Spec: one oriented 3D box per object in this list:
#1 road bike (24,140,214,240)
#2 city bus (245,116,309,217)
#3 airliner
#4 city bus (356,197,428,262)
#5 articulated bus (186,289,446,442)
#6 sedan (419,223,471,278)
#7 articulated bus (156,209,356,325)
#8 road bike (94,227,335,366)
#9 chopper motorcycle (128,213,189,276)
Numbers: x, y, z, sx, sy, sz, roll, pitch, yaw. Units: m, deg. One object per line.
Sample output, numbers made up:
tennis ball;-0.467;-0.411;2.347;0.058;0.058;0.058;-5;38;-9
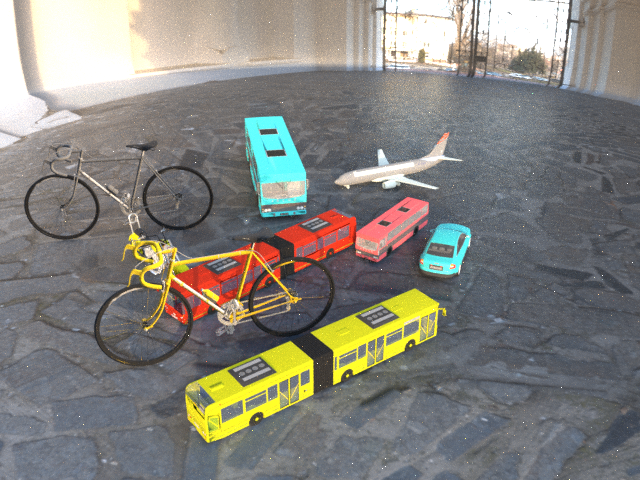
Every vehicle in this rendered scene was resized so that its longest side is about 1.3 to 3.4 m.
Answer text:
road bike;-3.263;-0.827;11.374;3.004;1.656;0.697;-5;28;-10
city bus;-0.902;-1.446;13.394;0.926;0.894;3.255;-5;28;-9
airliner;1.441;-1.537;13.636;2.541;0.835;2.257;-11;29;-21
city bus;1.196;-0.176;11.417;0.476;0.460;1.674;18;32;31
articulated bus;0.058;1.392;8.284;3.401;0.561;0.605;-19;33;-32
sedan;1.973;0.075;10.908;0.635;0.483;1.613;10;29;18
articulated bus;-0.787;0.312;10.367;3.401;0.561;0.605;-24;36;-38
road bike;-1.221;0.655;8.516;3.004;1.656;0.697;-9;29;-17
chopper motorcycle;-2.407;0.166;10.431;0.466;0.761;1.563;-23;35;-37
